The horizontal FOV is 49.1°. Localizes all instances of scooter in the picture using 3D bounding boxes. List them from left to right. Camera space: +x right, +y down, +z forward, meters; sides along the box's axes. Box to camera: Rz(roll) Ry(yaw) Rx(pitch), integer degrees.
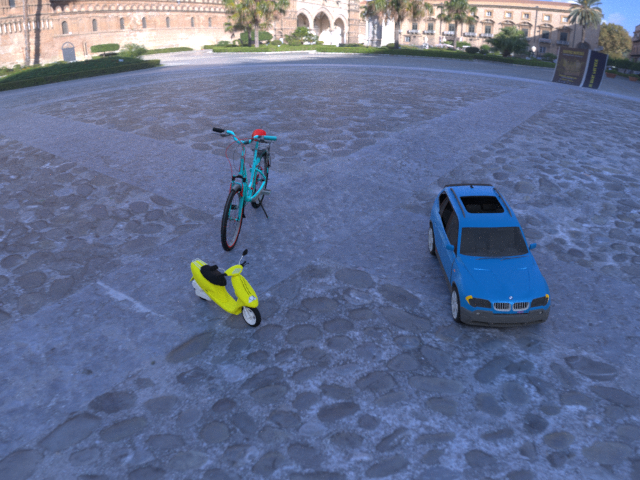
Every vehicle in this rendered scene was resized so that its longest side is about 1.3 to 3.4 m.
[{"bbox_3d":[-1.312,0.585,9.517,1.399,0.919,0.662,22,35,36],"label":"scooter"}]

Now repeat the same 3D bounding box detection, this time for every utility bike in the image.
[{"bbox_3d":[-1.116,-1.070,11.661,1.039,1.839,2.791,5,28,9],"label":"utility bike"}]

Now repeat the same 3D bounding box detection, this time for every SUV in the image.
[{"bbox_3d":[2.379,0.117,10.178,1.276,1.128,3.058,-1,28,-2],"label":"SUV"}]
